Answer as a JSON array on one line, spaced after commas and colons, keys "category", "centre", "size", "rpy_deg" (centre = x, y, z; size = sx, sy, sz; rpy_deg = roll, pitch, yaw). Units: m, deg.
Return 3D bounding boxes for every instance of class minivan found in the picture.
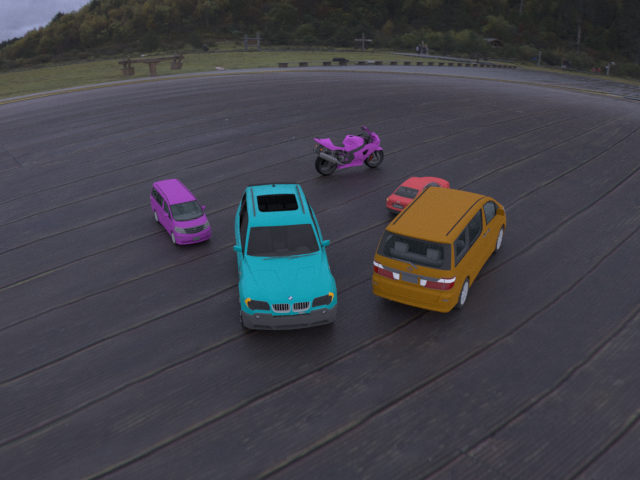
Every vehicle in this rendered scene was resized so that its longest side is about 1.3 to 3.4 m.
[{"category": "minivan", "centre": [1.811, -0.090, 10.000], "size": [1.324, 1.197, 3.011], "rpy_deg": [13, 29, 24]}, {"category": "minivan", "centre": [-2.287, -0.468, 11.413], "size": [0.681, 0.616, 1.548], "rpy_deg": [-13, 29, -25]}]

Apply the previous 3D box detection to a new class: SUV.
[{"category": "SUV", "centre": [-0.549, 0.115, 9.664], "size": [1.276, 1.128, 3.058], "rpy_deg": [-3, 27, -7]}]

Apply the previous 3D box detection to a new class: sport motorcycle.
[{"category": "sport motorcycle", "centre": [0.578, -1.733, 13.729], "size": [1.520, 0.821, 0.506], "rpy_deg": [-11, 28, -21]}]

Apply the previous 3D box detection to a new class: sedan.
[{"category": "sedan", "centre": [1.754, -0.851, 12.334], "size": [0.635, 0.483, 1.613], "rpy_deg": [17, 31, 31]}]
